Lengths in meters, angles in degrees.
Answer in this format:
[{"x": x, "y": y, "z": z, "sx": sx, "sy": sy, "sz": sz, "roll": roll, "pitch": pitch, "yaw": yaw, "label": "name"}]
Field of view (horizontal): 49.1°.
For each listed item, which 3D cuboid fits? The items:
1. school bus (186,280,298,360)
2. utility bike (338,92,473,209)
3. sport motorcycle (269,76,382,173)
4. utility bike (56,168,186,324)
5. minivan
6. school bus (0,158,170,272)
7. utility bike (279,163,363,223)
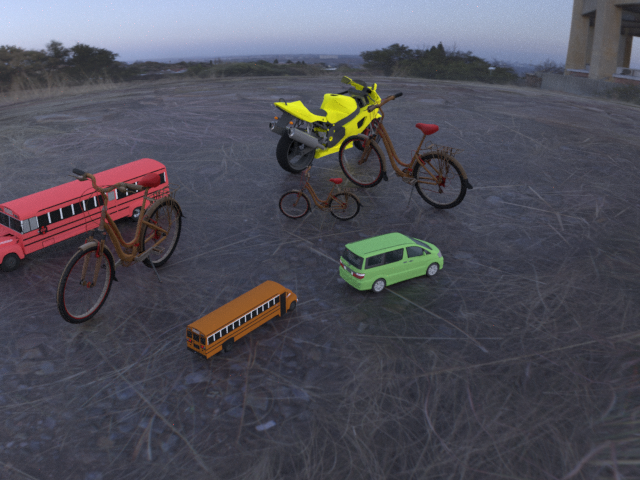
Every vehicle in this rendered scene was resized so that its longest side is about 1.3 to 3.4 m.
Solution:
[{"x": -0.922, "y": 0.937, "z": 8.775, "sx": 0.365, "sy": 0.434, "sz": 1.708, "roll": 19, "pitch": 31, "yaw": 34, "label": "school bus"}, {"x": 1.400, "y": -1.544, "z": 12.322, "sx": 2.791, "sy": 1.839, "sz": 1.039, "roll": 18, "pitch": 31, "yaw": 33, "label": "utility bike"}, {"x": 0.245, "y": -2.365, "z": 14.315, "sx": 2.955, "sy": 1.596, "sz": 0.983, "roll": -21, "pitch": 33, "yaw": -37, "label": "sport motorcycle"}, {"x": -2.519, "y": -0.128, "z": 9.370, "sx": 1.039, "sy": 1.839, "sz": 2.791, "roll": 10, "pitch": 27, "yaw": 20, "label": "utility bike"}, {"x": 1.049, "y": 0.253, "z": 9.991, "sx": 1.548, "sy": 0.616, "sz": 0.681, "roll": -14, "pitch": 29, "yaw": -27, "label": "minivan"}, {"x": -3.912, "y": -0.475, "z": 11.244, "sx": 0.709, "sy": 0.844, "sz": 3.322, "roll": 19, "pitch": 31, "yaw": 34, "label": "school bus"}, {"x": 0.011, "y": -0.740, "z": 11.678, "sx": 1.435, "sy": 0.946, "sz": 0.535, "roll": 2, "pitch": 26, "yaw": 4, "label": "utility bike"}]
